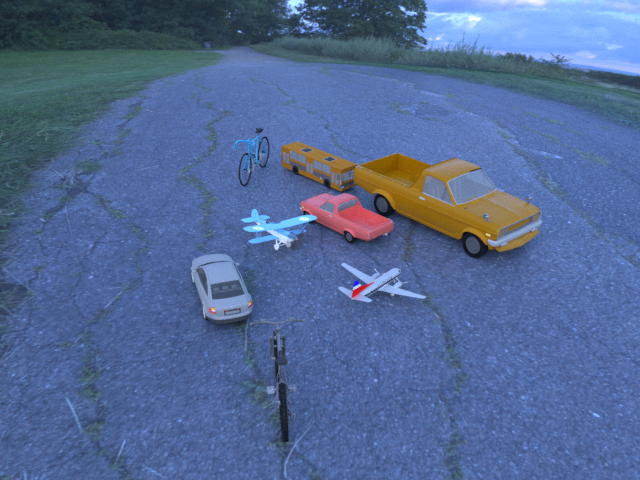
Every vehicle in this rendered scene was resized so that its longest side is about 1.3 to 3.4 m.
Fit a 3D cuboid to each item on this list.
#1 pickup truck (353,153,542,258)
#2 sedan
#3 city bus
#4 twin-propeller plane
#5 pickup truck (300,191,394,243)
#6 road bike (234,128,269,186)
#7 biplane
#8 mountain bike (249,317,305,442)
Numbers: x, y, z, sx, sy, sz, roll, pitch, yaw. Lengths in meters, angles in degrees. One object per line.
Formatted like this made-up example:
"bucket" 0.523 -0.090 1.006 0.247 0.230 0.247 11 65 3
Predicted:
"pickup truck" 1.932 -0.744 11.072 1.244 0.993 3.117 -21 34 -35
"sedan" -1.305 0.539 9.119 0.635 0.483 1.613 -9 28 -16
"city bus" -0.030 -1.346 12.839 0.476 0.460 1.674 -22 34 -36
"twin-propeller plane" 0.757 0.537 9.206 1.370 0.407 1.095 22 34 36
"pickup truck" 0.394 -0.405 10.938 0.640 0.511 1.603 -22 34 -37
"road bike" -1.204 -1.580 12.866 0.358 0.852 1.545 7 28 14
"biplane" -0.677 -0.177 10.498 1.336 0.504 1.090 -23 35 -37
"mountain bike" -0.405 1.333 7.139 0.573 0.868 1.469 -3 27 -6
